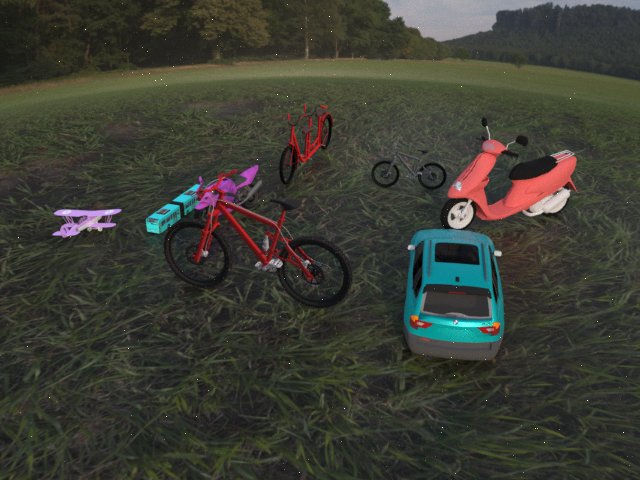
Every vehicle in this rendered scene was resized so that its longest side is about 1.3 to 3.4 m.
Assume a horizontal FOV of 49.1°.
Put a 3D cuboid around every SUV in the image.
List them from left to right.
[{"bbox_3d":[1.794,0.492,9.425,1.276,1.128,3.058,4,26,8],"label":"SUV"}]

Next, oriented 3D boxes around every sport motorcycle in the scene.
[{"bbox_3d":[-1.643,-0.797,12.439,0.506,0.821,1.520,21,33,37],"label":"sport motorcycle"}]

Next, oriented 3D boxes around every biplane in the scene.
[{"bbox_3d":[-3.983,-0.278,11.731,1.336,0.504,1.090,9,27,18],"label":"biplane"}]

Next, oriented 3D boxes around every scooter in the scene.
[{"bbox_3d":[3.305,-1.103,11.964,2.721,1.786,1.288,-9,27,-19],"label":"scooter"}]

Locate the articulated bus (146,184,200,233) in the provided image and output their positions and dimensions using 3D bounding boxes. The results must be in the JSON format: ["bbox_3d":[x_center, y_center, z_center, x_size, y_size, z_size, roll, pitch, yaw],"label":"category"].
[{"bbox_3d":[-2.534,-0.578,12.598,0.311,0.289,1.749,9,27,18],"label":"articulated bus"}]

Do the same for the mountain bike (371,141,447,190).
[{"bbox_3d":[1.739,-1.413,13.657,1.469,0.868,0.573,4,26,7],"label":"mountain bike"}]

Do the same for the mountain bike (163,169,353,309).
[{"bbox_3d":[-0.917,0.052,9.692,2.857,1.688,1.114,8,27,17],"label":"mountain bike"}]

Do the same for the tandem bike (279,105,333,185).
[{"bbox_3d":[-0.242,-2.222,14.803,0.550,1.326,3.192,9,27,17],"label":"tandem bike"}]
